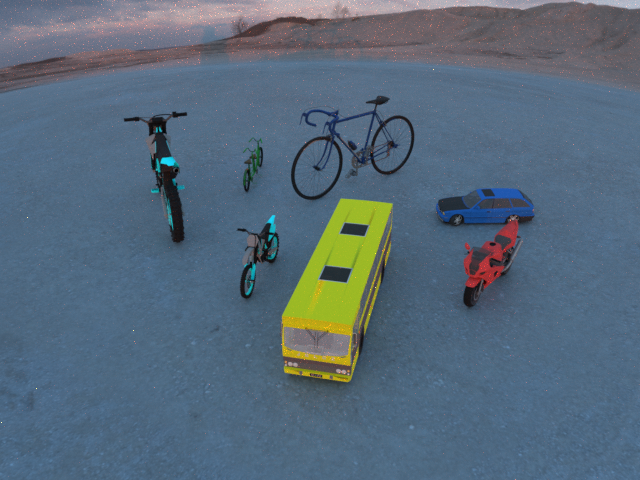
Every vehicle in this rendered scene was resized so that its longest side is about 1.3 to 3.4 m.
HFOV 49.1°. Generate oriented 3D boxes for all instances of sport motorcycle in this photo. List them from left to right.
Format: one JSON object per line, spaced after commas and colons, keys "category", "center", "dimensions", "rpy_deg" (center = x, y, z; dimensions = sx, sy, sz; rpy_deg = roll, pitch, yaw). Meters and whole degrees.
{"category": "sport motorcycle", "center": [2.368, 0.312, 9.682], "dimensions": [0.506, 0.821, 1.520], "rpy_deg": [19, 33, 31]}

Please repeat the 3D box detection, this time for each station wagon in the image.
{"category": "station wagon", "center": [2.759, -0.584, 11.751], "dimensions": [1.597, 0.473, 0.682], "rpy_deg": [-1, 28, -2]}

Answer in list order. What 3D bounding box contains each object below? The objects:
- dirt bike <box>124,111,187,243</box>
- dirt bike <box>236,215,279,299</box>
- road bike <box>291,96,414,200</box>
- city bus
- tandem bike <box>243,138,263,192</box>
{"category": "dirt bike", "center": [-2.600, -1.187, 11.617], "dimensions": [1.024, 1.666, 2.903], "rpy_deg": [-9, 29, -16]}
{"category": "dirt bike", "center": [-0.842, 0.171, 9.911], "dimensions": [0.527, 0.857, 1.493], "rpy_deg": [7, 29, 13]}
{"category": "road bike", "center": [0.670, -1.747, 12.689], "dimensions": [3.004, 1.656, 0.697], "rpy_deg": [-21, 34, -34]}
{"category": "city bus", "center": [0.324, 0.534, 9.183], "dimensions": [0.926, 0.894, 3.255], "rpy_deg": [6, 28, 12]}
{"category": "tandem bike", "center": [-1.261, -1.475, 13.217], "dimensions": [0.283, 0.682, 1.642], "rpy_deg": [3, 28, 6]}
